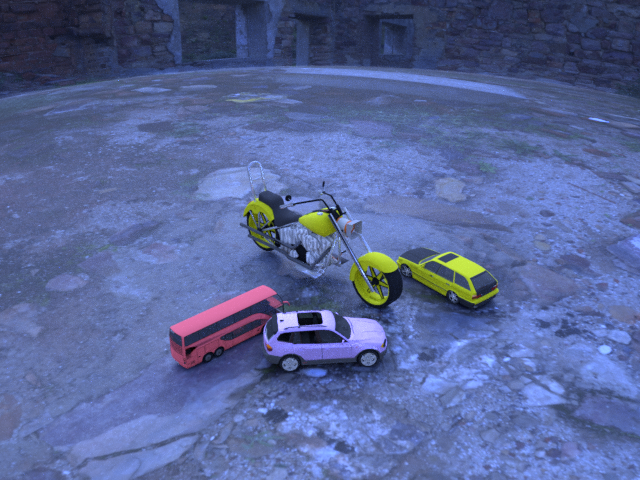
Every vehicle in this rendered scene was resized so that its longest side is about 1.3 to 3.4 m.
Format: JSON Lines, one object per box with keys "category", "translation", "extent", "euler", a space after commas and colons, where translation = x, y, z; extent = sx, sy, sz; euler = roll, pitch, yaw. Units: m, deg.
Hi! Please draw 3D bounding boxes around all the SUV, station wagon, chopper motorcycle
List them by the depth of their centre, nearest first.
{"category": "SUV", "translation": [0.058, 1.201, 8.737], "extent": [1.572, 0.580, 0.656], "euler": [-3, 28, -5]}
{"category": "chopper motorcycle", "translation": [-0.046, -0.119, 10.288], "extent": [3.040, 1.480, 0.906], "euler": [24, 36, 38]}
{"category": "station wagon", "translation": [1.841, 0.449, 10.289], "extent": [0.682, 0.473, 1.597], "euler": [-21, 34, -34]}

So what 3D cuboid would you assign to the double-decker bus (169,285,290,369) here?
{"category": "double-decker bus", "translation": [-1.145, 1.078, 9.014], "extent": [1.672, 0.541, 0.389], "euler": [-23, 36, -37]}
